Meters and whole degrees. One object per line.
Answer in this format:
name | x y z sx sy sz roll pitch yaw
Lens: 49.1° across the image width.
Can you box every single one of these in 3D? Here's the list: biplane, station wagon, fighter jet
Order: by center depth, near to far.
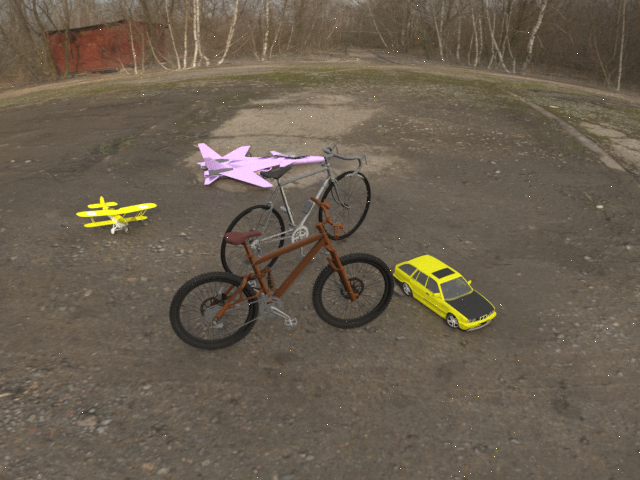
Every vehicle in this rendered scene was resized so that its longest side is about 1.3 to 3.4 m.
station wagon | 1.691 0.666 9.571 0.682 0.473 1.597 -16 32 -28
biplane | -3.402 -0.428 11.605 1.336 0.504 1.090 -21 34 -34
fighter jet | -1.057 -1.629 13.818 2.640 0.557 2.229 -8 29 -14

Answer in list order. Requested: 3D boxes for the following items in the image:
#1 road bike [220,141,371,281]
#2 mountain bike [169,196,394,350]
road bike | -0.270 -0.465 10.445 3.004 1.656 0.697 -24 36 -37
mountain bike | -0.426 0.501 8.586 2.857 1.688 1.114 -7 29 -13
